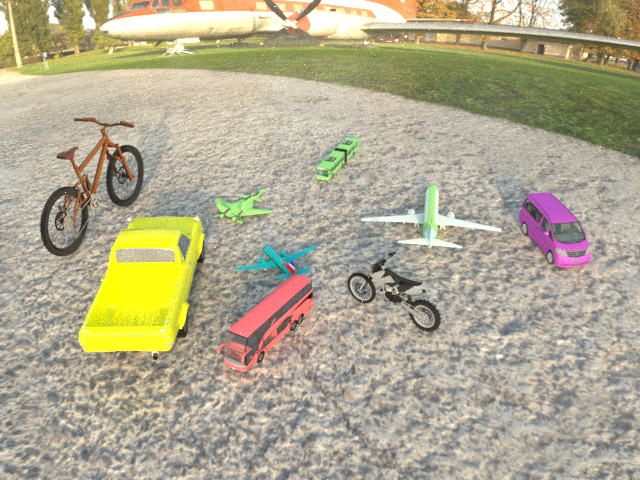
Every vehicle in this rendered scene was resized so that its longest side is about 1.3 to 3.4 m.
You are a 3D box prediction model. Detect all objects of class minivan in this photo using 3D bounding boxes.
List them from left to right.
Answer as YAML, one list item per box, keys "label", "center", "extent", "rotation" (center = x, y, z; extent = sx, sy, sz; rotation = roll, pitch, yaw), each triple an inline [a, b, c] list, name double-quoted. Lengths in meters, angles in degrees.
- label: "minivan"
  center: [3.725, -0.171, 11.097]
  extent: [0.681, 0.616, 1.548]
  rotation: [-5, 30, -8]

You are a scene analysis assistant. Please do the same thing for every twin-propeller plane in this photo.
- label: "twin-propeller plane"
  center: [-0.616, 0.283, 10.512]
  extent: [1.370, 0.407, 1.095]
  rotation: [-15, 33, -25]

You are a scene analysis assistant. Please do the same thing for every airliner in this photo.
- label: "airliner"
  center: [1.841, -0.550, 11.537]
  extent: [2.257, 0.835, 2.541]
  rotation: [5, 30, 8]

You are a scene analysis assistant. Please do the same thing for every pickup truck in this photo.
- label: "pickup truck"
  center: [-2.350, 0.448, 9.635]
  extent: [1.244, 0.993, 3.117]
  rotation: [-1, 30, -1]

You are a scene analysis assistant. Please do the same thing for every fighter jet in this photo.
- label: "fighter jet"
  center: [-1.301, -0.721, 12.389]
  extent: [1.147, 0.286, 1.358]
  rotation: [13, 32, 22]

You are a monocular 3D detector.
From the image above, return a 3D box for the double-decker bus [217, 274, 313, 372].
- label: "double-decker bus"
  center: [-0.652, 1.060, 9.022]
  extent: [0.389, 0.541, 1.672]
  rotation: [17, 34, 27]

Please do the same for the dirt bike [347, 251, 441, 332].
- label: "dirt bike"
  center: [0.974, 0.669, 9.385]
  extent: [1.493, 0.857, 0.527]
  rotation: [22, 36, 33]

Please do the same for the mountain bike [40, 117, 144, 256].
- label: "mountain bike"
  center: [-3.669, -0.966, 11.406]
  extent: [1.114, 1.688, 2.857]
  rotation: [9, 31, 15]

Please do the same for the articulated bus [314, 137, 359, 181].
- label: "articulated bus"
  center: [0.366, -1.645, 13.999]
  extent: [0.311, 0.289, 1.749]
  rotation: [12, 32, 19]
